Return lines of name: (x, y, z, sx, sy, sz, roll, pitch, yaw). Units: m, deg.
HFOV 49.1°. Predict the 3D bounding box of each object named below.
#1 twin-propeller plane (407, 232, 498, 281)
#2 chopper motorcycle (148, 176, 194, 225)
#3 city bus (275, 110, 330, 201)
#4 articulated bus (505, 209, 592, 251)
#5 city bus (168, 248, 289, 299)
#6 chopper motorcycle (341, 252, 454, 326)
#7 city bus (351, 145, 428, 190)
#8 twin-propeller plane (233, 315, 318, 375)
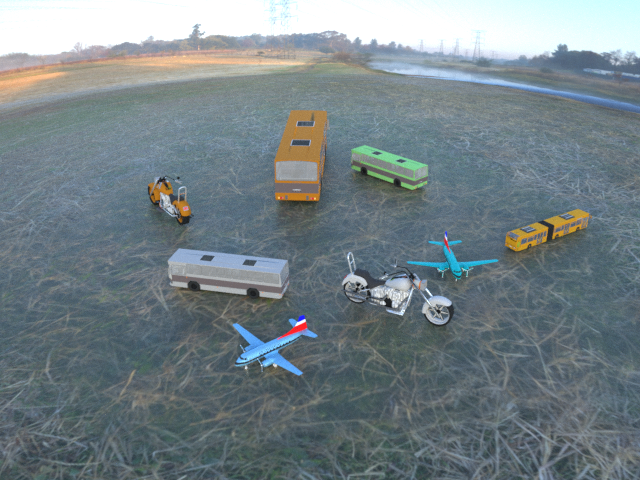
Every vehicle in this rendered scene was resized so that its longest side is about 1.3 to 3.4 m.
twin-propeller plane: (1.977, 0.249, 10.524, 1.370, 0.407, 1.095, -1, 26, -2)
chopper motorcycle: (-2.666, -0.794, 12.241, 0.466, 0.761, 1.563, -17, 31, -31)
city bus: (-0.326, -1.708, 13.948, 0.926, 0.894, 3.255, 1, 26, 3)
articulated bus: (3.760, -0.170, 11.510, 1.749, 0.289, 0.311, -16, 30, -29)
city bus: (-1.298, 0.492, 9.971, 1.674, 0.460, 0.476, 6, 27, 12)
chopper motorcycle: (1.022, 0.650, 9.308, 1.563, 0.761, 0.466, 12, 29, 23)
city bus: (1.350, -1.428, 13.870, 0.476, 0.460, 1.674, -23, 34, -38)
twin-propeller plane: (-0.580, 1.248, 8.495, 1.095, 0.407, 1.370, -20, 33, -35)
